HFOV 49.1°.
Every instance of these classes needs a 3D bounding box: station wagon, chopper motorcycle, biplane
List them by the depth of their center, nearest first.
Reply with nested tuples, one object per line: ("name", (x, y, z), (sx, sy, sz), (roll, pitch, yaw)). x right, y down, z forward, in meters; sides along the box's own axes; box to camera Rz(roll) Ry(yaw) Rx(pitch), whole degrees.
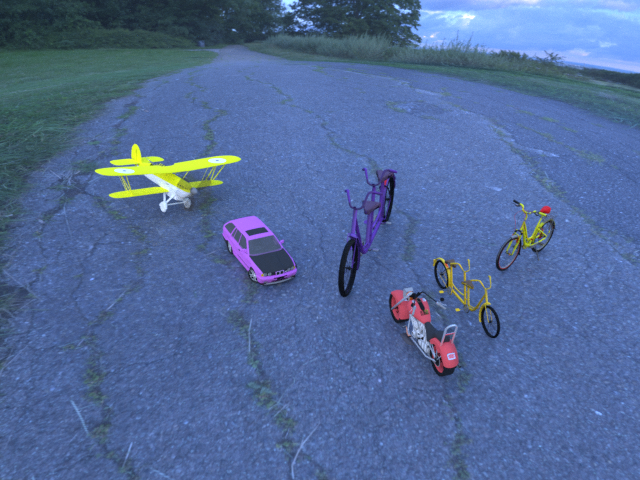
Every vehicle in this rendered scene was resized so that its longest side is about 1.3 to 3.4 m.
("chopper motorcycle", (1.176, 0.924, 8.125), (0.466, 0.761, 1.563), (-9, 29, -16))
("station wagon", (-0.885, 0.096, 10.039), (0.682, 0.473, 1.597), (-13, 30, -23))
("biplane", (-2.618, -1.092, 11.786), (2.598, 0.981, 2.120), (-22, 35, -36))

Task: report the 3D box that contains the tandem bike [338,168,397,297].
("tandem bike", (0.737, -0.398, 10.067), (0.550, 1.326, 3.192), (8, 28, 15))

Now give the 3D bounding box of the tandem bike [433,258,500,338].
("tandem bike", (1.836, 0.591, 8.855), (0.283, 0.682, 1.642), (-9, 29, -17))

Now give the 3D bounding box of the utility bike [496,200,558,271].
("utility bike", (3.009, -0.105, 9.915), (1.435, 0.946, 0.535), (-22, 34, -36))
